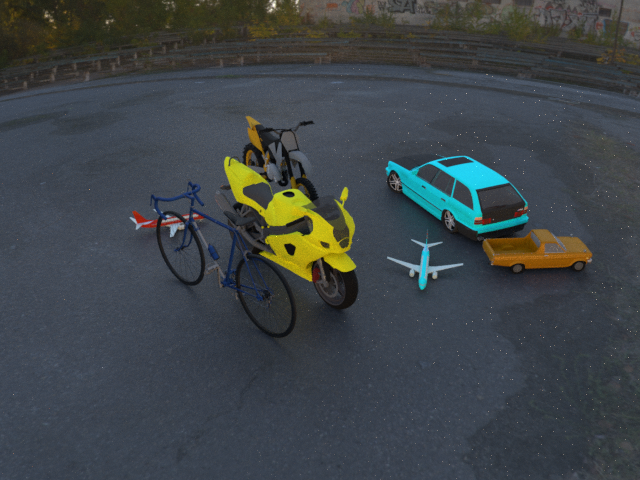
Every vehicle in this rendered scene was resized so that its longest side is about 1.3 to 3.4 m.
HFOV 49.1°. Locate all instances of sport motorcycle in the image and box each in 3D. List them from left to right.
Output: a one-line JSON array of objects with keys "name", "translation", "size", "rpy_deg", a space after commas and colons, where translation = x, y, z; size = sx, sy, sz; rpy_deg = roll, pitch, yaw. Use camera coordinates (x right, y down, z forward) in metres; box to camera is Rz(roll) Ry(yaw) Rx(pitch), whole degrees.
[{"name": "sport motorcycle", "translation": [-0.485, -0.149, 10.217], "size": [0.983, 1.596, 2.955], "rpy_deg": [-22, 35, -35]}]

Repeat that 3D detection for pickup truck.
[{"name": "pickup truck", "translation": [3.356, 0.144, 10.823], "size": [1.603, 0.511, 0.640], "rpy_deg": [-2, 28, -4]}]

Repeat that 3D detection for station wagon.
[{"name": "station wagon", "translation": [2.353, -1.010, 12.564], "size": [1.327, 0.920, 3.105], "rpy_deg": [-12, 30, -22]}]

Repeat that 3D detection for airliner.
[{"name": "airliner", "translation": [-2.548, -0.412, 11.960], "size": [1.307, 0.429, 1.161], "rpy_deg": [-12, 30, -22]}, {"name": "airliner", "translation": [1.588, 0.304, 10.609], "size": [1.161, 0.429, 1.307], "rpy_deg": [5, 28, 9]}]

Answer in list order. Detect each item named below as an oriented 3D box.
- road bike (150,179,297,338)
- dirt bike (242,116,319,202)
[{"name": "road bike", "translation": [-1.371, 0.208, 9.480], "size": [3.004, 1.656, 0.697], "rpy_deg": [25, 37, 38]}, {"name": "dirt bike", "translation": [-0.724, -1.333, 12.376], "size": [1.024, 1.666, 2.903], "rpy_deg": [-15, 31, -26]}]
